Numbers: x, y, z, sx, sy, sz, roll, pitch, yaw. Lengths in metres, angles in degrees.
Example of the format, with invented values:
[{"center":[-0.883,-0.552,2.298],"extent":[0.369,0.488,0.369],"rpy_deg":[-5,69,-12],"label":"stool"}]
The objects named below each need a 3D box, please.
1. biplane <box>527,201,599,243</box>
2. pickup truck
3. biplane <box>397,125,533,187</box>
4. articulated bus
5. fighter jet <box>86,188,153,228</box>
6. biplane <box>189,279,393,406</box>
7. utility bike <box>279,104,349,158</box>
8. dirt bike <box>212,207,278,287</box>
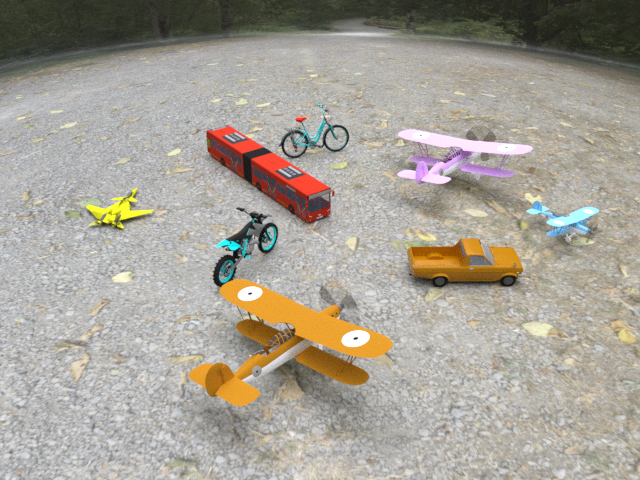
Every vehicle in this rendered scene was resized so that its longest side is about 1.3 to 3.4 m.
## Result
[{"center":[3.775,-0.303,10.893],"extent":[1.336,0.504,1.090],"rpy_deg":[-25,39,-34],"label":"biplane"},{"center":[2.051,0.288,9.922],"extent":[1.603,0.511,0.640],"rpy_deg":[0,31,-1],"label":"pickup truck"},{"center":[2.255,-1.369,12.180],"extent":[2.598,0.981,2.120],"rpy_deg":[25,40,35],"label":"biplane"},{"center":[-0.985,-1.243,12.375],"extent":[0.605,0.561,3.401],"rpy_deg":[-21,37,-30],"label":"articulated bus"},{"center":[-3.302,-0.635,11.645],"extent":[1.147,0.286,1.358],"rpy_deg":[5,32,8],"label":"fighter jet"},{"center":[-0.470,1.209,7.968],"extent":[2.598,0.981,2.120],"rpy_deg":[26,40,36],"label":"biplane"},{"center":[-0.126,-2.093,13.396],"extent":[1.435,0.946,0.535],"rpy_deg":[-11,33,-17],"label":"utility bike"},{"center":[-1.054,0.034,10.005],"extent":[0.527,0.857,1.493],"rpy_deg":[18,36,27],"label":"dirt bike"}]
